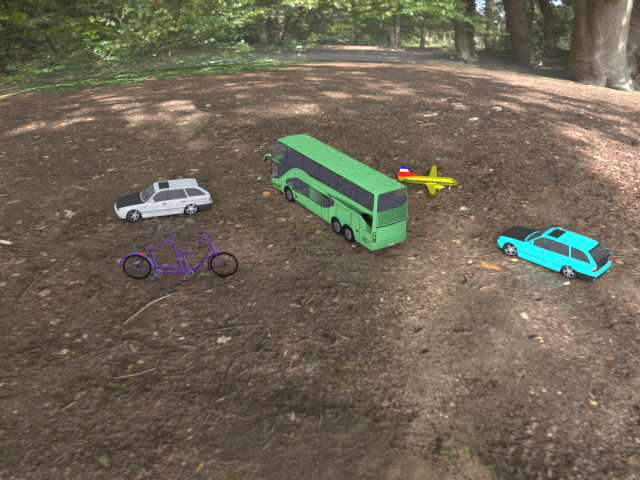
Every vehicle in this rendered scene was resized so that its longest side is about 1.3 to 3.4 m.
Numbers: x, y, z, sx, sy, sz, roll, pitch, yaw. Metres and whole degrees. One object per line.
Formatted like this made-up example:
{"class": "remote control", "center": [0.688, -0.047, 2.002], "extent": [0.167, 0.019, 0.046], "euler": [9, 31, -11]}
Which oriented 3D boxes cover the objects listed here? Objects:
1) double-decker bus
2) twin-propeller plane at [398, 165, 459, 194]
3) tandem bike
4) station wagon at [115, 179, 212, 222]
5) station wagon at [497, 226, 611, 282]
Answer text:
{"class": "double-decker bus", "center": [0.189, -0.879, 11.467], "extent": [0.756, 1.052, 3.251], "euler": [-17, 32, -29]}
{"class": "twin-propeller plane", "center": [1.960, -1.129, 12.649], "extent": [1.095, 0.407, 1.370], "euler": [4, 28, 9]}
{"class": "tandem bike", "center": [-1.964, 0.236, 9.720], "extent": [1.642, 0.682, 0.283], "euler": [-1, 27, -3]}
{"class": "station wagon", "center": [-2.639, -0.707, 11.763], "extent": [1.597, 0.473, 0.682], "euler": [-8, 29, -15]}
{"class": "station wagon", "center": [3.392, 0.096, 10.216], "extent": [1.597, 0.473, 0.682], "euler": [24, 36, 38]}
